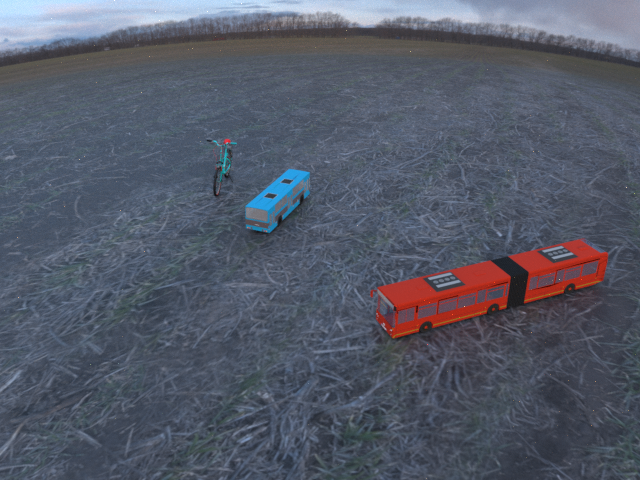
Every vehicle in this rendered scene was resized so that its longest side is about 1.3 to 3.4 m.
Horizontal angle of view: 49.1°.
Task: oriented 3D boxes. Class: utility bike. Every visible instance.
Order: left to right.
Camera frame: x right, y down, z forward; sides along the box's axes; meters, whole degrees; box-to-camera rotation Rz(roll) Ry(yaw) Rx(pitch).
[{"bbox_3d":[-1.705,-1.415,12.614,0.535,0.946,1.435,3,29,5],"label":"utility bike"}]

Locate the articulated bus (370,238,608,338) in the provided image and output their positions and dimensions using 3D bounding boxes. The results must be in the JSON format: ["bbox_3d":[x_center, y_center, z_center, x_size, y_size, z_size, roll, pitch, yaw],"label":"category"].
[{"bbox_3d":[2.321,0.601,9.312,3.401,0.561,0.605,-12,31,-20],"label":"articulated bus"}]

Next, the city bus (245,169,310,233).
[{"bbox_3d":[-0.677,-0.656,11.728,0.476,0.460,1.674,11,31,20],"label":"city bus"}]
